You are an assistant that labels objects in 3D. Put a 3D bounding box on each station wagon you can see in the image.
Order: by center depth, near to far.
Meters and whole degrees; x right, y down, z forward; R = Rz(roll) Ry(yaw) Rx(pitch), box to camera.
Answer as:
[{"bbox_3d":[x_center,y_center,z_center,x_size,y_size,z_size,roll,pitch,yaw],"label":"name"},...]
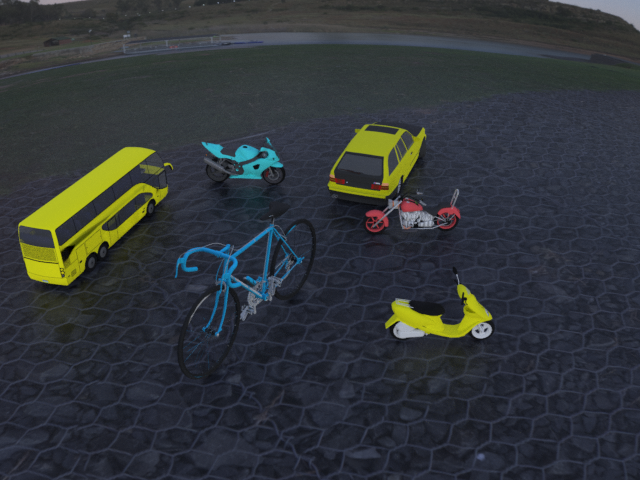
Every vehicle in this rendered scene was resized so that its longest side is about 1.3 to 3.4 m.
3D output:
[{"bbox_3d":[1.162,-1.672,13.120,1.327,0.920,3.105,11,32,17],"label":"station wagon"}]

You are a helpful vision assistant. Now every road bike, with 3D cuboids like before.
[{"bbox_3d":[-0.821,0.461,8.789,0.696,1.656,3.004,16,34,26],"label":"road bike"}]

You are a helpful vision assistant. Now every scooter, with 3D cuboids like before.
[{"bbox_3d":[1.534,0.887,8.794,1.399,0.919,0.662,0,31,0],"label":"scooter"}]

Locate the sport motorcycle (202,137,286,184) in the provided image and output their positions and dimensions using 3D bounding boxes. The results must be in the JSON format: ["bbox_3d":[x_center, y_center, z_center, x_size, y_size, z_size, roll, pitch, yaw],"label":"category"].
[{"bbox_3d":[-1.385,-1.417,12.787,1.520,0.821,0.506,3,31,6],"label":"sport motorcycle"}]

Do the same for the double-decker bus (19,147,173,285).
[{"bbox_3d":[-3.407,-0.507,11.020,0.756,1.052,3.251,9,32,15],"label":"double-decker bus"}]

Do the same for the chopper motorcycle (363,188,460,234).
[{"bbox_3d":[1.478,-0.457,11.222,1.563,0.761,0.466,-1,31,-2],"label":"chopper motorcycle"}]
